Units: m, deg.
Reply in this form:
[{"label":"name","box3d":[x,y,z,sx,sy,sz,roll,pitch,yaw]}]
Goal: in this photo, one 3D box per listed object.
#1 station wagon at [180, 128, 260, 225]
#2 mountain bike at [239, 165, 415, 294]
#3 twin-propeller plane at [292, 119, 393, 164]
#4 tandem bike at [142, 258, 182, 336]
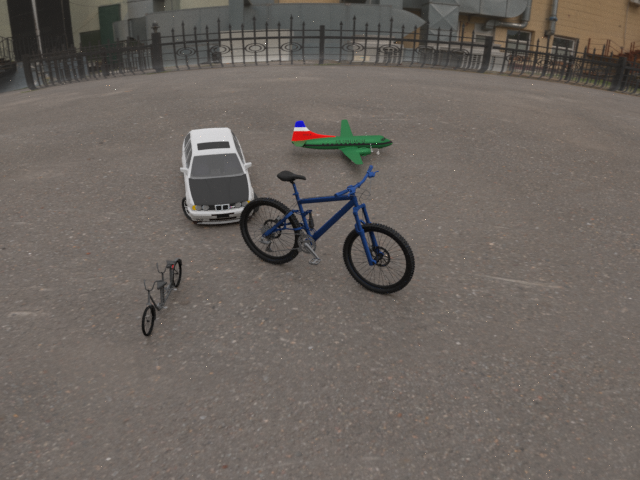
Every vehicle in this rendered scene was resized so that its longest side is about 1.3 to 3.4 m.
[{"label":"station wagon","box3d":[-1.927,-1.293,12.898,1.327,0.920,3.105,-6,29,-10]},{"label":"mountain bike","box3d":[0.033,-0.194,10.054,2.857,1.688,1.114,14,31,25]},{"label":"twin-propeller plane","box3d":[0.470,-2.127,14.579,2.129,0.792,2.663,-2,28,-4]},{"label":"tandem bike","box3d":[-2.151,0.639,9.569,0.283,0.682,1.642,3,29,6]}]
